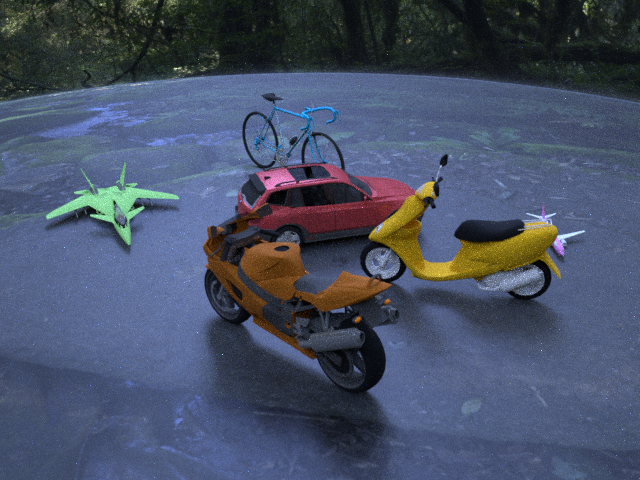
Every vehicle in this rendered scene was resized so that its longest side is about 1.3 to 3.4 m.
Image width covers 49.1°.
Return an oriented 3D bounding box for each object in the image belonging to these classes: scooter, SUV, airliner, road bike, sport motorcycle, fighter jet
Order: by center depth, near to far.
[{"bbox_3d":[-0.388,0.644,8.141,2.955,1.596,0.983,22,34,37],"label":"sport motorcycle"},{"bbox_3d":[1.891,-0.097,9.438,2.721,1.786,1.288,6,27,12],"label":"scooter"},{"bbox_3d":[3.685,-0.167,11.122,1.161,0.429,1.307,0,26,1],"label":"airliner"},{"bbox_3d":[0.167,-0.625,11.262,3.058,1.128,1.276,-8,27,-16],"label":"SUV"},{"bbox_3d":[-3.476,-0.612,11.885,2.229,0.557,2.640,-11,28,-21],"label":"fighter jet"},{"bbox_3d":[-0.577,-1.922,13.309,0.696,1.656,3.004,-22,34,-37],"label":"road bike"}]
